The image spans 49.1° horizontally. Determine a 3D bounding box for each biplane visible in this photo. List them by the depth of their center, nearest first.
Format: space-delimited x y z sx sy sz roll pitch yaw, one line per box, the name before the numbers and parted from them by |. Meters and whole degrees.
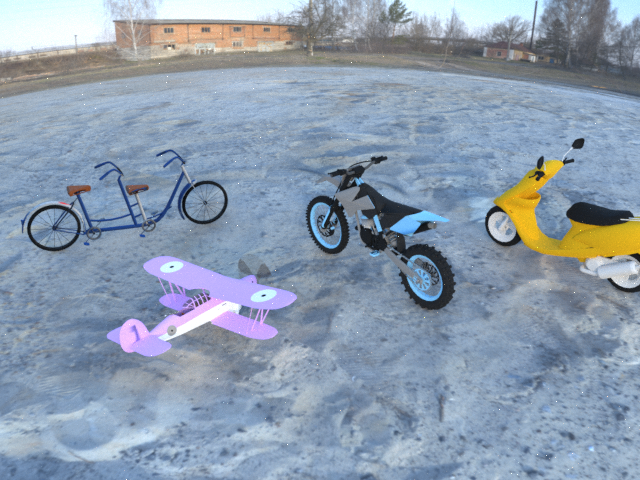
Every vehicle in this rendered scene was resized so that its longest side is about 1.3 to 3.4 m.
biplane | -1.503 0.844 8.428 2.598 0.981 2.120 22 34 36

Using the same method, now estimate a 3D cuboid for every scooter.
scooter | 3.582 -0.389 9.942 2.721 1.786 1.288 25 36 39

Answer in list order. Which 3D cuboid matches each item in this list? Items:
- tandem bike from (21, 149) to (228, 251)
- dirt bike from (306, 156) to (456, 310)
tandem bike | -2.993 -0.631 10.915 3.192 1.326 0.550 -11 29 -21
dirt bike | 0.741 -0.197 9.699 1.024 1.666 2.903 -21 34 -35
